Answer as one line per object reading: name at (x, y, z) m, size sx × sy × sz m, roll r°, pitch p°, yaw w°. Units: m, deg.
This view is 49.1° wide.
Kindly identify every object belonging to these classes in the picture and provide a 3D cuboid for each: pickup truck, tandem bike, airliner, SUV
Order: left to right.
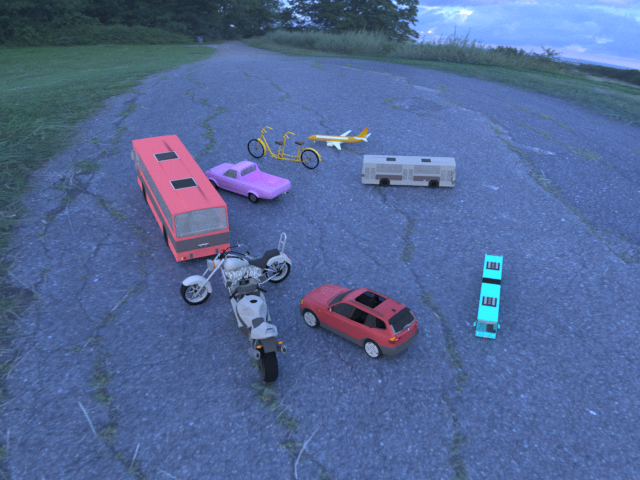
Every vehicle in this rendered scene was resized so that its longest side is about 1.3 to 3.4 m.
pickup truck at (-1.297, -1.081, 12.377) m, size 1.603 × 0.511 × 0.640 m, roll 19°, pitch 33°, yaw 31°
tandem bike at (-0.714, -1.790, 13.517) m, size 1.642 × 0.682 × 0.283 m, roll 14°, pitch 31°, yaw 24°
airliner at (0.381, -2.181, 14.513) m, size 1.307 × 0.429 × 1.161 m, roll 6°, pitch 29°, yaw 11°
SUV at (0.463, 0.895, 8.619) m, size 1.572 × 0.580 × 0.656 m, roll 22°, pitch 35°, yaw 35°

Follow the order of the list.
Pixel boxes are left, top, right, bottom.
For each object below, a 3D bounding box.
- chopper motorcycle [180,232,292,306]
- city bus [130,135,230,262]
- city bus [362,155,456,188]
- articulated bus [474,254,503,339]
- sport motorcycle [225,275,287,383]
chopper motorcycle at (-1.113, 0.382, 9.384) m, size 1.563 × 0.761 × 0.466 m, roll -13°, pitch 31°, yaw -22°
city bus at (-2.310, -0.736, 11.327) m, size 0.926 × 0.894 × 3.255 m, roll -11°, pitch 30°, yaw -20°
city bus at (1.604, -1.240, 12.727) m, size 1.674 × 0.460 × 0.476 m, roll 2°, pitch 28°, yaw 4°
articulated bus at (2.252, 0.706, 9.280) m, size 0.311 × 0.289 × 1.749 m, roll 7°, pitch 29°, yaw 13°
sport motorcycle at (-0.756, 0.988, 8.190) m, size 0.506 × 0.821 × 1.520 m, roll -9°, pitch 30°, yaw -17°
